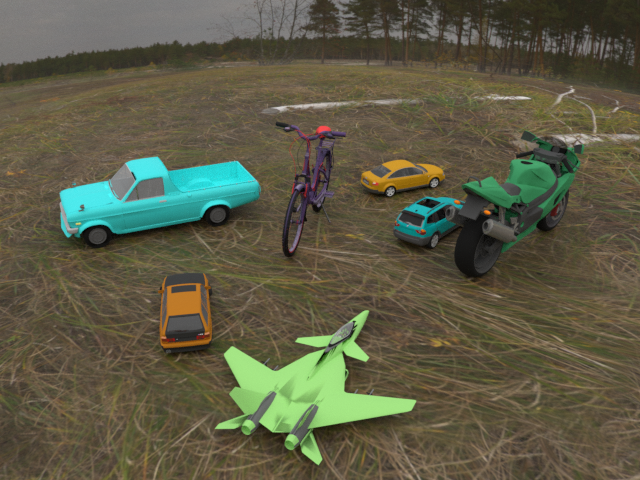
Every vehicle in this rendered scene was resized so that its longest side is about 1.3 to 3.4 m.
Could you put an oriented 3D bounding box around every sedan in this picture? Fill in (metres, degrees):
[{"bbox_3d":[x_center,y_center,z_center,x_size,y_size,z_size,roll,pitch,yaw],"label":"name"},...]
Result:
[{"bbox_3d":[1.511,-1.174,12.597,1.613,0.483,0.635,-12,29,-23],"label":"sedan"}]

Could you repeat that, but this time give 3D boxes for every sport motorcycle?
[{"bbox_3d":[2.879,-0.546,10.118,0.983,1.596,2.955,24,35,39],"label":"sport motorcycle"}]

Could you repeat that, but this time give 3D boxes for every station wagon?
[{"bbox_3d":[-1.677,0.789,8.722,0.682,0.473,1.597,-5,27,-9],"label":"station wagon"}]

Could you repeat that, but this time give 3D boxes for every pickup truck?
[{"bbox_3d":[-2.560,-0.757,11.205,3.117,0.993,1.244,-11,29,-21],"label":"pickup truck"}]

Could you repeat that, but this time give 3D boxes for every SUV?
[{"bbox_3d":[1.779,-0.380,10.918,0.656,0.580,1.572,21,33,35],"label":"SUV"}]

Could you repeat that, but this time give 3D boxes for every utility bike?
[{"bbox_3d":[-0.054,-0.982,10.712,1.039,1.839,2.791,6,27,12],"label":"utility bike"}]

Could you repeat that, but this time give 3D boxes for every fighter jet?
[{"bbox_3d":[0.039,1.271,7.674,2.229,0.557,2.640,12,29,23],"label":"fighter jet"}]
